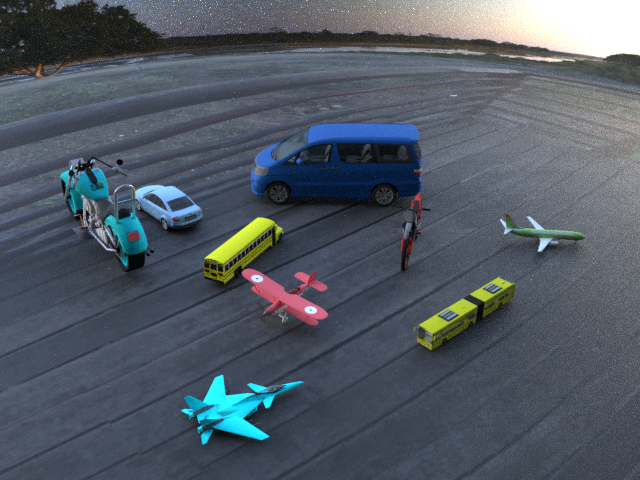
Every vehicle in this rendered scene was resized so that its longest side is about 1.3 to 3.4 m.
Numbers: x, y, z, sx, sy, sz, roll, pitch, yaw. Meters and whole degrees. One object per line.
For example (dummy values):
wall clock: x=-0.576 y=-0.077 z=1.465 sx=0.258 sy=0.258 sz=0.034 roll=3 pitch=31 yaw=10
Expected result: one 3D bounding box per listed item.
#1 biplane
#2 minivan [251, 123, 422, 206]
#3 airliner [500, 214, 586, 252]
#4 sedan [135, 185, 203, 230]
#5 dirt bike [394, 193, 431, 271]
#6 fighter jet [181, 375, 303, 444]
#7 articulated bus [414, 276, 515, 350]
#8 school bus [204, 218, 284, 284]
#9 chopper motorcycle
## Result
biplane: x=-0.366 y=0.747 z=9.143 sx=1.336 sy=0.504 sz=1.090 roll=20 pitch=34 yaw=32
minivan: x=0.282 y=-1.381 z=12.300 sx=3.011 sy=1.197 sz=1.324 roll=1 pitch=29 yaw=2
airliner: x=3.496 y=-0.180 z=10.910 sx=1.307 sy=0.429 sz=1.161 roll=3 pitch=29 yaw=6
sedan: x=-2.569 y=-0.631 z=11.676 sx=0.635 sy=0.483 sz=1.613 roll=-22 pitch=36 yaw=-35
dirt bike: x=1.381 y=-0.186 z=10.475 sx=0.527 sy=0.857 sz=1.493 roll=7 pitch=30 yaw=13
fighter jet: x=-0.770 y=1.709 z=7.616 sx=1.358 sy=0.286 sz=1.147 roll=-16 pitch=33 yaw=-27
articulated bus: x=1.909 y=0.922 z=9.047 sx=1.749 sy=0.289 sz=0.311 roll=-24 pitch=37 yaw=-36
school bus: x=-1.090 y=0.101 z=10.392 sx=0.365 sy=0.434 sz=1.708 roll=14 pitch=32 yaw=24
chopper motorcycle: x=-3.379 y=-0.616 z=10.613 sx=0.906 sy=1.480 sz=3.040 roll=-19 pitch=34 yaw=-31
